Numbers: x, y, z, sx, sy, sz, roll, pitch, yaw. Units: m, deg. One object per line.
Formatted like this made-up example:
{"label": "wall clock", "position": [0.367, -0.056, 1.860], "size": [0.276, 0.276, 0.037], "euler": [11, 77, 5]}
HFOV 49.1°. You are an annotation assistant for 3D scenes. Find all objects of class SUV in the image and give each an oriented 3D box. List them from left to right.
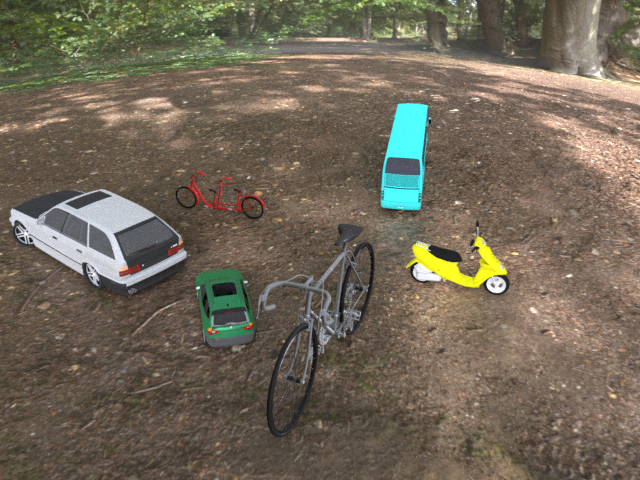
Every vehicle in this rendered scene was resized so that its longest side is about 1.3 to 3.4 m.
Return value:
{"label": "SUV", "position": [-1.207, 0.755, 8.819], "size": [0.656, 0.580, 1.572], "euler": [-7, 29, -12]}

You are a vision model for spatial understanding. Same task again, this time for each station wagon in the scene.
{"label": "station wagon", "position": [-3.349, -0.205, 10.234], "size": [3.105, 0.920, 1.327], "euler": [22, 35, 35]}

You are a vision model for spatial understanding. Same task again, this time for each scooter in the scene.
{"label": "scooter", "position": [1.865, 0.254, 9.390], "size": [1.399, 0.919, 0.662], "euler": [9, 30, 16]}

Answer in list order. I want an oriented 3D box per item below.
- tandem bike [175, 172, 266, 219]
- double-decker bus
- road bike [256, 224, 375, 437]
{"label": "tandem bike", "position": [-1.652, -0.735, 11.464], "size": [1.642, 0.682, 0.283], "euler": [9, 30, 17]}
{"label": "double-decker bus", "position": [1.585, -1.603, 12.678], "size": [0.756, 1.052, 3.251], "euler": [5, 29, 8]}
{"label": "road bike", "position": [0.099, 0.777, 7.651], "size": [0.696, 1.656, 3.004], "euler": [11, 30, 20]}
